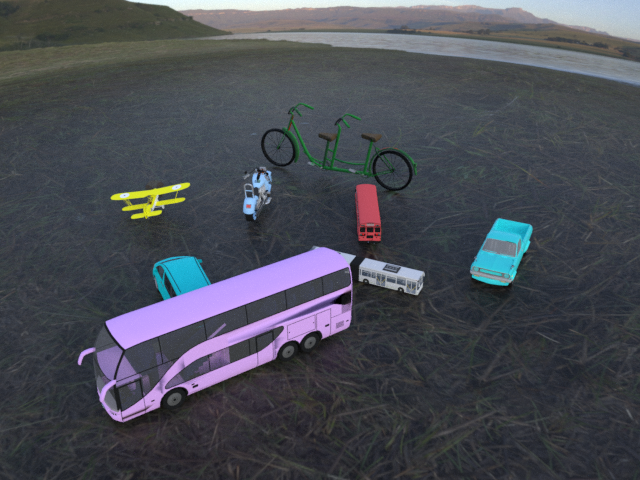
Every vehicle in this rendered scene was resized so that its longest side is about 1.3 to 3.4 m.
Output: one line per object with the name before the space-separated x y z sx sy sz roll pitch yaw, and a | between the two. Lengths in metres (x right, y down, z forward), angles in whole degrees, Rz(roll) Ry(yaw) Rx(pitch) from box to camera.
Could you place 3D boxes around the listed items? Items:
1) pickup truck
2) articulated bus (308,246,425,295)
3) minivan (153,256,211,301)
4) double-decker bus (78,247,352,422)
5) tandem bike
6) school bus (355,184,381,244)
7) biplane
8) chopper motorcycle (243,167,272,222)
pickup truck | 2.707 0.113 10.349 0.640 0.511 1.603 13 32 22
articulated bus | 0.628 0.430 10.013 1.749 0.289 0.311 13 32 22
minivan | -1.822 0.593 9.388 0.681 0.616 1.548 -13 32 -21
double-decker bus | -1.077 1.047 8.133 3.251 1.052 0.756 -18 34 -29
tandem bike | 0.276 -1.727 12.796 3.192 1.326 0.550 14 32 24
school bus | 0.776 -0.483 11.489 0.365 0.434 1.708 0 29 1
biplane | -2.831 -0.610 11.645 1.336 0.504 1.090 -1 29 -2
chopper motorcycle | -1.041 -0.899 11.896 0.466 0.761 1.563 4 30 7
